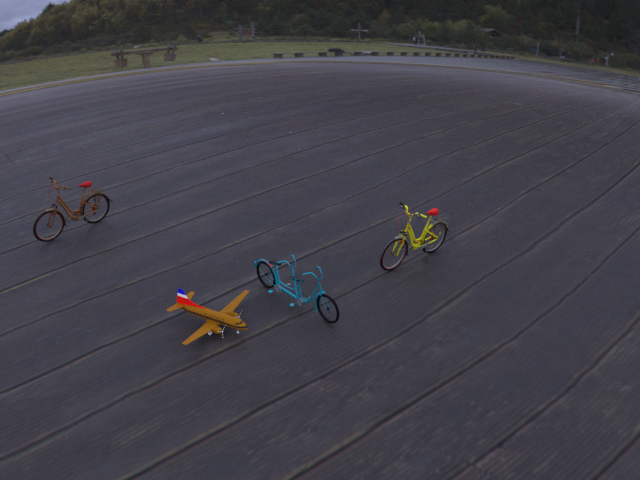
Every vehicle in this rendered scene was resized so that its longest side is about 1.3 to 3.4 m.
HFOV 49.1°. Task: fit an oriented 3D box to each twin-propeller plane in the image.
[{"bbox_3d":[-1.372,0.905,8.829,1.095,0.407,1.370,14,31,25],"label":"twin-propeller plane"}]

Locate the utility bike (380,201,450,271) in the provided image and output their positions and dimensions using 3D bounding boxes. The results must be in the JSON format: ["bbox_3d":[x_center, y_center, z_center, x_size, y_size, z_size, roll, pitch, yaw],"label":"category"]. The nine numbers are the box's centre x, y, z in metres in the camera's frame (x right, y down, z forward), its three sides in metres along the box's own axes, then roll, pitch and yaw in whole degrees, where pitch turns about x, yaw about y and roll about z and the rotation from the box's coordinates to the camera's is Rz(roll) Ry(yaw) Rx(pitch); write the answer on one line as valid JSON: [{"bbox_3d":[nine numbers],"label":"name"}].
[{"bbox_3d":[1.442,-0.087,10.145,1.435,0.946,0.535,-21,34,-34],"label":"utility bike"}]

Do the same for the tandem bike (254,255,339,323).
[{"bbox_3d":[-0.333,0.546,9.219,0.283,0.682,1.642,-24,36,-38],"label":"tandem bike"}]

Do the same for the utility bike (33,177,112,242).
[{"bbox_3d":[-3.867,-0.543,11.018,0.535,0.946,1.435,21,34,34],"label":"utility bike"}]
